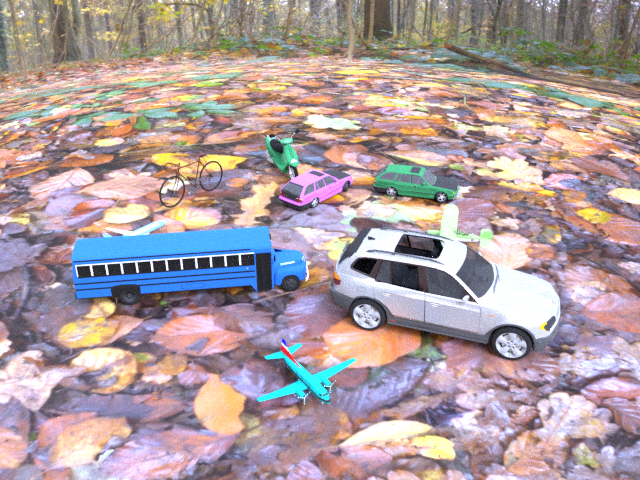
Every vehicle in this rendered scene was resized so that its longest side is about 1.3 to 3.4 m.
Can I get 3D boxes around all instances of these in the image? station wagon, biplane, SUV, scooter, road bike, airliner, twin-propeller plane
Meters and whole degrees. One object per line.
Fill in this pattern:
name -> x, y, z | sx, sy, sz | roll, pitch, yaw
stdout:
station wagon -> 1.835, -1.110, 13.266 | 1.597, 0.473, 0.682 | 8, 29, 15
biplane -> 2.219, -0.054, 11.273 | 1.090, 0.504, 1.336 | 6, 29, 11
station wagon -> -0.040, -1.045, 13.147 | 0.682, 0.473, 1.597 | 22, 35, 35
SUV -> 1.658, 0.609, 9.383 | 3.058, 1.128, 1.276 | 10, 30, 17
scooter -> -0.771, -1.787, 14.056 | 0.662, 0.919, 1.399 | -14, 31, -25
road bike -> -2.376, -1.159, 12.959 | 0.358, 0.852, 1.545 | 21, 35, 34
airliner -> -3.058, -0.173, 11.573 | 1.161, 0.429, 1.307 | 20, 34, 32
twin-propeller plane -> -0.190, 1.579, 8.342 | 1.370, 0.407, 1.095 | -17, 33, -29

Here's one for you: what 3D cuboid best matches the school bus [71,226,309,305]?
school bus -> -1.829, 0.339, 10.184 | 3.322, 0.844, 0.709 | -4, 29, -7
